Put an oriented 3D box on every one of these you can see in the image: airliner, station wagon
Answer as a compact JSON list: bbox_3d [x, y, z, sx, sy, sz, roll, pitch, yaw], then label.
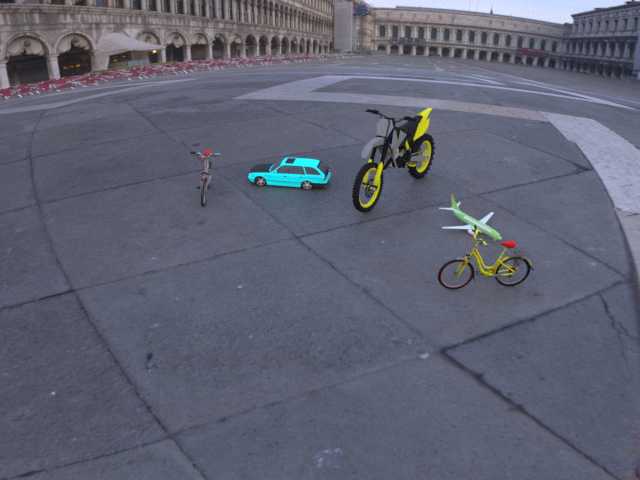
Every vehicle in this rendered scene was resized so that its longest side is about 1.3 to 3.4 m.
[{"bbox_3d":[2.634,-0.375,11.919,1.161,0.429,1.307,-16,31,-28],"label":"airliner"},{"bbox_3d":[-0.610,-1.342,13.751,1.597,0.473,0.682,5,28,9],"label":"station wagon"}]

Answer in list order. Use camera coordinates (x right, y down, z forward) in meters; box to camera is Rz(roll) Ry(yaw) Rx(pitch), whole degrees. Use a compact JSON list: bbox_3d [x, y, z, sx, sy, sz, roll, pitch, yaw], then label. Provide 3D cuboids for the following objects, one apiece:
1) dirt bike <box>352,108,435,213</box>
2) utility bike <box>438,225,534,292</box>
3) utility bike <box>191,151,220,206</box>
[{"bbox_3d":[1.447,-1.627,13.001,1.024,1.666,2.903,18,32,31],"label":"dirt bike"},{"bbox_3d":[2.417,0.316,10.013,1.435,0.946,0.535,-3,27,-6],"label":"utility bike"},{"bbox_3d":[-2.091,-1.266,13.087,0.535,0.946,1.435,-1,27,-2],"label":"utility bike"}]
